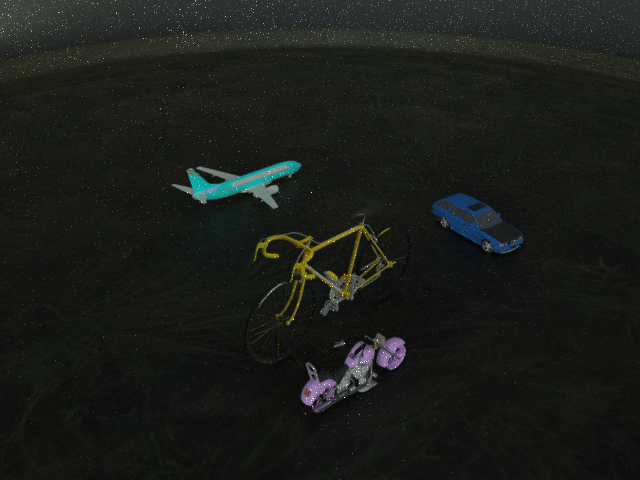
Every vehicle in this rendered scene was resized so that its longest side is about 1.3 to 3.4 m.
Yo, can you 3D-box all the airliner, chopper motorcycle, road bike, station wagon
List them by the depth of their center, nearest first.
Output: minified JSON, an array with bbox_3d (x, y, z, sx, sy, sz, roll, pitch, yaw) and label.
[{"bbox_3d":[0.422,1.402,7.930,1.563,0.761,0.466,-23,37,-35],"label":"chopper motorcycle"},{"bbox_3d":[0.218,0.414,8.756,3.004,1.656,0.697,-26,39,-37],"label":"road bike"},{"bbox_3d":[2.514,-0.311,11.212,0.682,0.473,1.597,-19,35,-30],"label":"station wagon"},{"bbox_3d":[-1.291,-1.203,12.408,2.541,0.835,2.257,-25,38,-36],"label":"airliner"}]
